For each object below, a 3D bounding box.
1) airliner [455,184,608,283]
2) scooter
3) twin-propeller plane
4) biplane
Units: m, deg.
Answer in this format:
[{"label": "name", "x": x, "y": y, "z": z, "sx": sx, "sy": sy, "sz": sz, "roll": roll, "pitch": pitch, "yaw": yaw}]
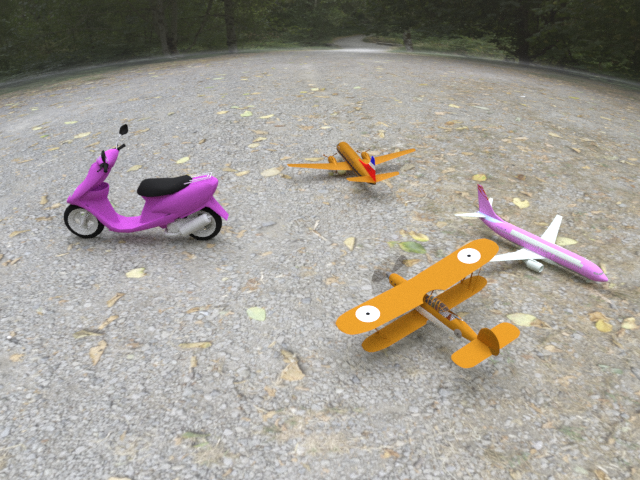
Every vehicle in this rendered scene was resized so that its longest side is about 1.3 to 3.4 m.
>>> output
[{"label": "airliner", "x": 3.388, "y": -0.095, "z": 10.954, "sx": 2.257, "sy": 0.835, "sz": 2.541, "roll": -23, "pitch": 37, "yaw": -34}, {"label": "scooter", "x": -2.858, "y": -0.799, "z": 11.220, "sx": 2.721, "sy": 1.786, "sz": 1.288, "roll": 1, "pitch": 30, "yaw": 2}, {"label": "twin-propeller plane", "x": 0.702, "y": -1.588, "z": 13.573, "sx": 2.663, "sy": 0.792, "sz": 2.129, "roll": -9, "pitch": 31, "yaw": -15}, {"label": "biplane", "x": 1.492, "y": 0.941, "z": 9.021, "sx": 2.598, "sy": 0.981, "sz": 2.120, "roll": -19, "pitch": 35, "yaw": -29}]
